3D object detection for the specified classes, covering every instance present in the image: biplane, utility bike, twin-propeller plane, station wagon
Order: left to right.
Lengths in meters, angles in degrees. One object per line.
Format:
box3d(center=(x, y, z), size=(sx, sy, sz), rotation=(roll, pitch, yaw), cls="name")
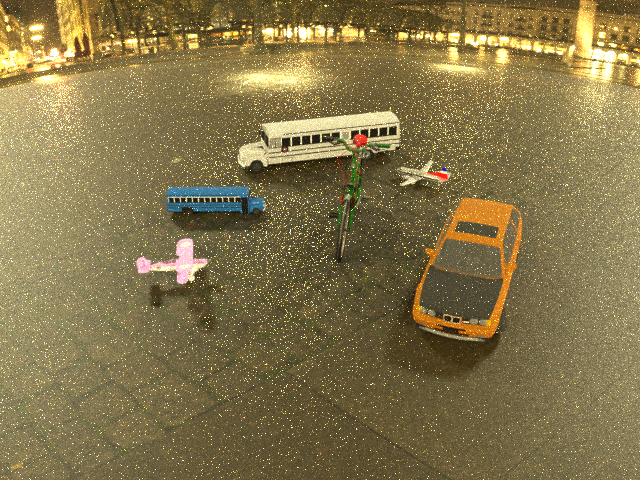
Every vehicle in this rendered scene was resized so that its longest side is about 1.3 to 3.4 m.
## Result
box3d(center=(-2.162, 0.356, 10.414), size=(1.090, 0.504, 1.336), rotation=(-5, 30, -8), cls="biplane")
box3d(center=(0.602, -0.918, 11.315), size=(1.039, 1.839, 2.791), rotation=(4, 30, 8), cls="utility bike")
box3d(center=(1.952, -1.297, 13.443), size=(1.095, 0.407, 1.370), rotation=(17, 34, 28), cls="twin-propeller plane")
box3d(center=(2.210, 0.268, 10.146), size=(1.327, 0.920, 3.105), rotation=(10, 31, 18), cls="station wagon")

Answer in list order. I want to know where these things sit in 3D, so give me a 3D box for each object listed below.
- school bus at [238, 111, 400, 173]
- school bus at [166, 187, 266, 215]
box3d(center=(-0.025, -2.021, 14.282), size=(3.322, 0.844, 0.709), rotation=(-8, 30, -14), cls="school bus")
box3d(center=(-1.823, -0.698, 12.353), size=(1.708, 0.434, 0.365), rotation=(0, 29, -1), cls="school bus")
